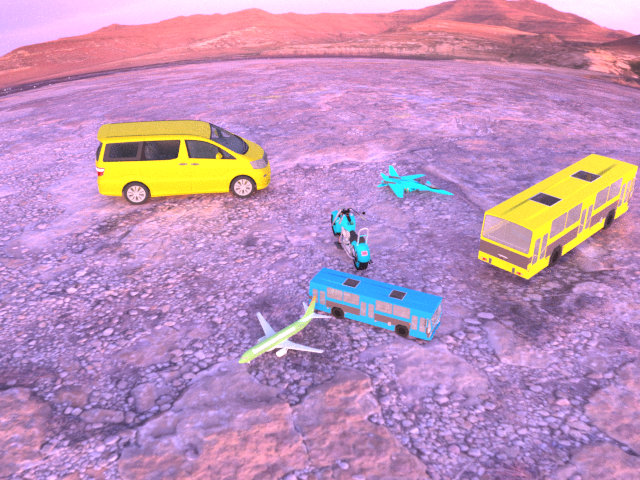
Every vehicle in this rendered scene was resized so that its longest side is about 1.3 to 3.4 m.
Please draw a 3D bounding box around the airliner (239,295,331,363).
[{"bbox_3d":[-0.483,1.091,8.460,1.161,0.429,1.307,25,37,38],"label":"airliner"}]

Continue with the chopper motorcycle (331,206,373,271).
[{"bbox_3d":[0.434,-0.151,10.423,0.466,0.761,1.563,-7,29,-13],"label":"chopper motorcycle"}]

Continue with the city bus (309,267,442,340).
[{"bbox_3d":[0.691,0.819,8.935,1.674,0.460,0.476,13,31,23],"label":"city bus"}]

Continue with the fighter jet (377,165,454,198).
[{"bbox_3d":[1.758,-1.019,12.541,1.358,0.286,1.147,14,31,24],"label":"fighter jet"}]

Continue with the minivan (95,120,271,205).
[{"bbox_3d":[-2.391,-1.448,12.378,3.011,1.197,1.324,-4,29,-8],"label":"minivan"}]

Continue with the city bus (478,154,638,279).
[{"bbox_3d":[3.719,-0.404,10.753,3.255,0.894,0.926,-25,37,-38],"label":"city bus"}]
